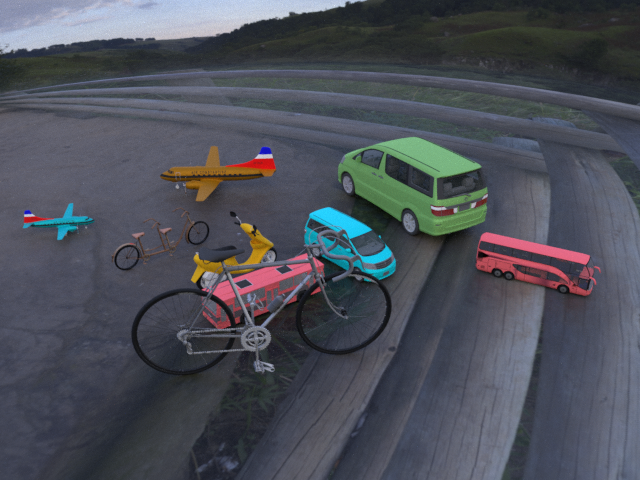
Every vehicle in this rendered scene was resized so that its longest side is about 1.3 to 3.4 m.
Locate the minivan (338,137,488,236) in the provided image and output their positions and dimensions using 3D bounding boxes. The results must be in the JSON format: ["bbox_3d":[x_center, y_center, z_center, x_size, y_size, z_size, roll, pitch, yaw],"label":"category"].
[{"bbox_3d":[1.473,-1.086,11.913,1.324,1.197,3.011,-15,31,-27],"label":"minivan"}]

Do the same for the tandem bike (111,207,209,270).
[{"bbox_3d":[-2.366,-0.044,10.472,1.642,0.682,0.283,-22,34,-35],"label":"tandem bike"}]

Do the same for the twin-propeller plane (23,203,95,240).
[{"bbox_3d":[-4.217,-0.332,11.321,1.095,0.407,1.370,-5,28,-9],"label":"twin-propeller plane"}]

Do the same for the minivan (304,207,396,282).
[{"bbox_3d":[0.439,0.056,10.351,0.681,0.616,1.548,-21,34,-35],"label":"minivan"}]

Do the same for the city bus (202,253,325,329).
[{"bbox_3d":[-0.728,0.683,9.316,1.674,0.460,0.476,-19,33,-31],"label":"city bus"}]

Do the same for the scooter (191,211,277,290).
[{"bbox_3d":[-1.191,0.153,9.836,1.399,0.919,0.662,-20,34,-33],"label":"scooter"}]

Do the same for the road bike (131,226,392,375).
[{"bbox_3d":[-0.618,0.734,7.922,3.004,1.656,0.696,-6,28,-11],"label":"road bike"}]

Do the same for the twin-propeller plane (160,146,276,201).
[{"bbox_3d":[-1.870,-1.312,12.787,2.129,0.792,2.663,-1,28,-2],"label":"twin-propeller plane"}]

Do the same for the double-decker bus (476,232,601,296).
[{"bbox_3d":[3.054,0.342,9.881,1.672,0.541,0.389,14,31,25],"label":"double-decker bus"}]
